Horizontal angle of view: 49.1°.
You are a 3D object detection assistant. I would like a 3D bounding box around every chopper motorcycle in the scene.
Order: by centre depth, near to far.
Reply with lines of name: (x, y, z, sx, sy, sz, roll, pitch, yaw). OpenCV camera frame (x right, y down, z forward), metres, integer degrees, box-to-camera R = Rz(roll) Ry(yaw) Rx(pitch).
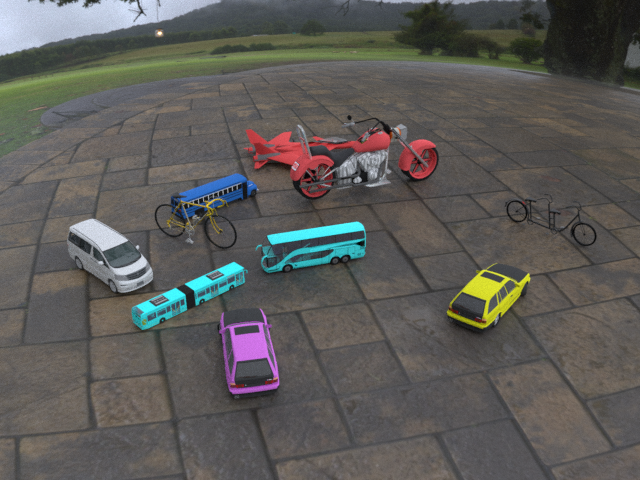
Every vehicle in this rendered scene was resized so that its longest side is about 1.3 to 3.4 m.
chopper motorcycle: (0.874, -1.591, 12.794, 3.040, 1.480, 0.906, -13, 32, -22)

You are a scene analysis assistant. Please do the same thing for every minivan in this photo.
minivan: (-3.135, 0.225, 10.406, 1.548, 0.616, 0.681, 25, 37, 37)

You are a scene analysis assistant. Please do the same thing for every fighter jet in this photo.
fighter jet: (-0.195, -2.020, 14.523, 2.640, 0.557, 2.229, -8, 30, -15)

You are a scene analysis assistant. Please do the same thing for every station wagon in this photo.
station wagon: (-0.896, 1.278, 8.649, 0.682, 0.473, 1.597, -5, 29, -10)
station wagon: (2.380, 0.693, 9.706, 0.682, 0.473, 1.597, 20, 35, 32)

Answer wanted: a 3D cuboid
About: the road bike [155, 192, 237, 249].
road bike: (-2.009, -0.333, 11.171, 1.545, 0.852, 0.358, 12, 31, 21)

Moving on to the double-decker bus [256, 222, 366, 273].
double-decker bus: (-0.122, 0.117, 10.677, 1.672, 0.541, 0.389, -9, 30, -15)

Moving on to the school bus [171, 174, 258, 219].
school bus: (-1.839, -0.803, 12.451, 1.708, 0.434, 0.365, -25, 38, -38)

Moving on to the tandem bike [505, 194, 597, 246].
tandem bike: (3.777, -0.417, 11.498, 1.642, 0.682, 0.283, 25, 37, 37)

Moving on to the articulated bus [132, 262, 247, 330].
articulated bus: (-1.792, 0.760, 9.776, 1.749, 0.289, 0.311, -25, 38, -37)
